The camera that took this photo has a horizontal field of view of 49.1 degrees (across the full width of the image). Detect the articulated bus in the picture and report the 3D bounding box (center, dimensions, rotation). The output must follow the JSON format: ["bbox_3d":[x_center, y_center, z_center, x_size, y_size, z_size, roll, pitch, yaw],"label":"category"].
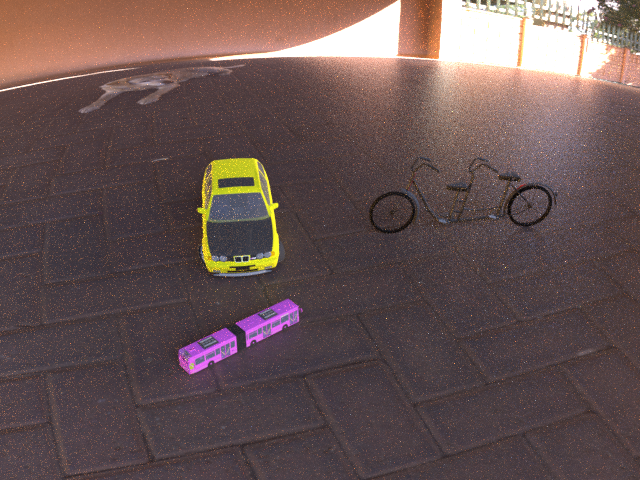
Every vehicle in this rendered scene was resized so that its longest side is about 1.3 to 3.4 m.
[{"bbox_3d":[-1.006,1.230,9.083,1.749,0.289,0.311,-23,37,-34],"label":"articulated bus"}]

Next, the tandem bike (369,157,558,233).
[{"bbox_3d":[2.393,-0.745,11.505,3.192,1.326,0.550,-3,30,-6],"label":"tandem bike"}]

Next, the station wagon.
[{"bbox_3d":[-1.351,-0.511,11.504,1.327,0.920,3.105,-4,30,-7],"label":"station wagon"}]
